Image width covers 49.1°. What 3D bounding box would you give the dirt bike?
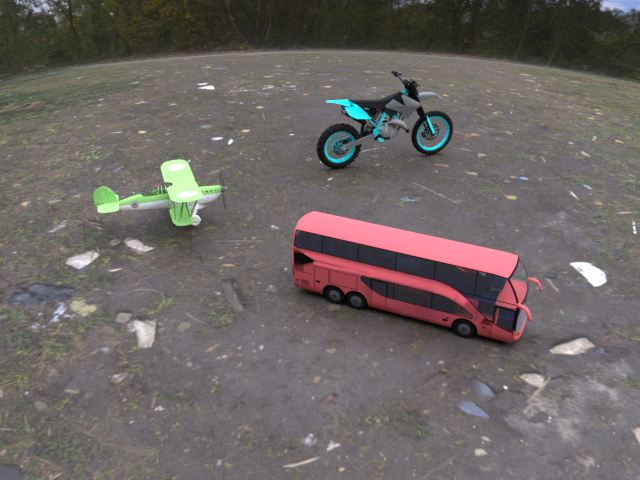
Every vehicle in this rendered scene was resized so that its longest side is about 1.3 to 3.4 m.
[{"bbox_3d":[1.302,-2.298,13.510,2.903,1.666,1.024,-10,31,-17],"label":"dirt bike"}]

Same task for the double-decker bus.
[{"bbox_3d":[1.187,0.467,9.197,3.251,1.052,0.756,13,32,22],"label":"double-decker bus"}]

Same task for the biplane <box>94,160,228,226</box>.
[{"bbox_3d":[-2.549,-0.694,11.345,2.120,0.981,2.598,-8,30,-14],"label":"biplane"}]
